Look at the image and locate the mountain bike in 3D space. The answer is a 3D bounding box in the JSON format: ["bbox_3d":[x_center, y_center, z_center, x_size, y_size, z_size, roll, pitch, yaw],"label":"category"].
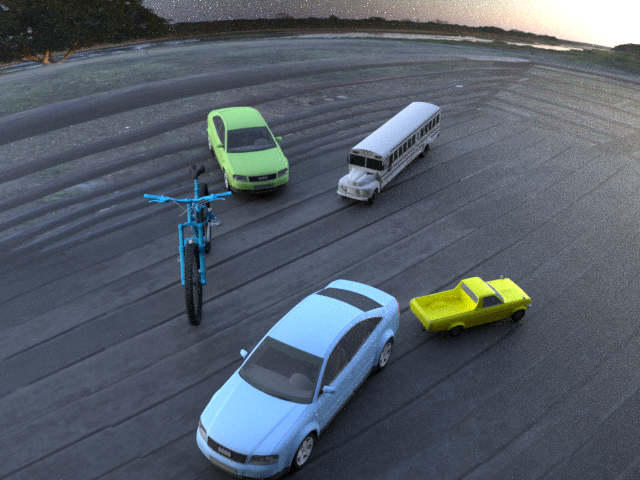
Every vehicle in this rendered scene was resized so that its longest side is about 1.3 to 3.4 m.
[{"bbox_3d":[-1.723,-0.131,9.811,1.114,1.688,2.857,-2,31,-3],"label":"mountain bike"}]

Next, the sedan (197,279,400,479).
[{"bbox_3d":[-0.150,1.394,8.008,1.235,0.940,3.137,18,35,27],"label":"sedan"}]

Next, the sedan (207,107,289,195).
[{"bbox_3d":[-1.426,-1.864,13.408,1.235,0.940,3.137,-9,32,-14],"label":"sedan"}]

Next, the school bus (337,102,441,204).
[{"bbox_3d":[1.358,-1.703,13.233,0.709,0.844,3.322,16,35,25],"label":"school bus"}]

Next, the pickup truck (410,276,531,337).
[{"bbox_3d":[2.020,0.833,9.353,1.603,0.511,0.640,-11,33,-18],"label":"pickup truck"}]
